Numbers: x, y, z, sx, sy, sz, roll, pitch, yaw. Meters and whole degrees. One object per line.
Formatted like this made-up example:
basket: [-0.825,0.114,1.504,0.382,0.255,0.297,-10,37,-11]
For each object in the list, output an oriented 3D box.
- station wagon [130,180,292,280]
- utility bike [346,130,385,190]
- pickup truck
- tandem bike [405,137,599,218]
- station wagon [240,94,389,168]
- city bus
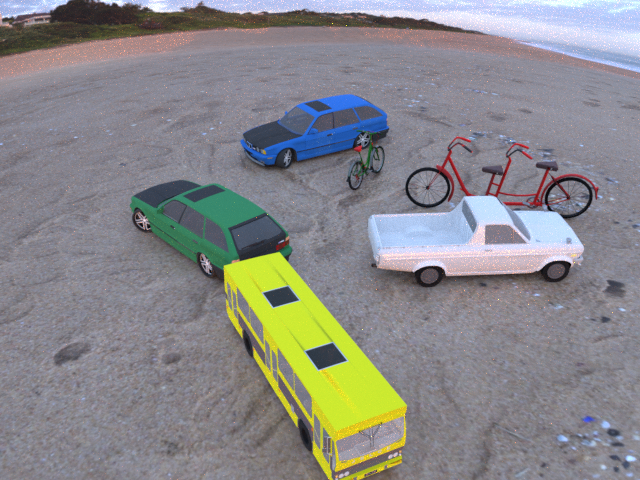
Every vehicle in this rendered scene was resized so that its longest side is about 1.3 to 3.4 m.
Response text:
station wagon: [-1.825,-0.360,11.029,1.327,0.920,3.105,-25,39,-36]
utility bike: [0.820,-1.537,13.010,0.535,0.946,1.435,17,35,27]
pickup truck: [2.282,-0.055,10.436,3.117,0.993,1.244,-2,30,-3]
tandem bike: [3.053,-1.033,11.775,3.192,1.326,0.550,5,31,8]
station wagon: [-0.103,-2.306,14.348,3.105,0.920,1.327,-17,35,-27]
city bus: [-0.198,1.349,8.140,0.926,0.894,3.255,-14,33,-22]
